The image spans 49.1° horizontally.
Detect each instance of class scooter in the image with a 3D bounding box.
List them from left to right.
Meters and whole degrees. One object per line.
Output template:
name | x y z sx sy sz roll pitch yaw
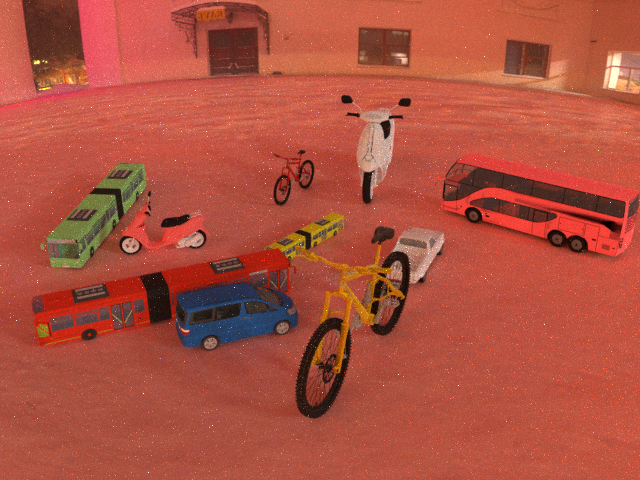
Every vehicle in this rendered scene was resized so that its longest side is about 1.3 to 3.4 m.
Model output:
scooter | -2.440 -0.239 10.901 1.399 0.919 0.662 -5 27 -11
scooter | 1.076 -1.938 13.389 1.288 1.786 2.721 5 26 10

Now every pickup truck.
pickup truck | 1.403 0.177 10.514 0.640 0.511 1.603 11 28 21

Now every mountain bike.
mountain bike | -0.473 -1.218 12.960 0.573 0.868 1.469 13 29 24
mountain bike | 0.467 0.744 8.014 1.114 1.688 2.857 13 29 25

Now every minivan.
minivan | -1.047 0.907 8.902 1.548 0.616 0.681 -10 28 -19

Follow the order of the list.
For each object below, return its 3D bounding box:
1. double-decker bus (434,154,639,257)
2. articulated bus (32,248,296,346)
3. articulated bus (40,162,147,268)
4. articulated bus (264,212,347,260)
double-decker bus | 3.489 -0.643 11.575 3.251 1.052 0.756 19 32 34
articulated bus | -1.999 0.727 9.332 3.401 0.561 0.605 -11 28 -22
articulated bus | -3.693 -0.517 11.877 0.605 0.561 3.401 2 26 4
articulated bus | -0.217 -0.029 11.187 0.311 0.289 1.749 19 32 34
